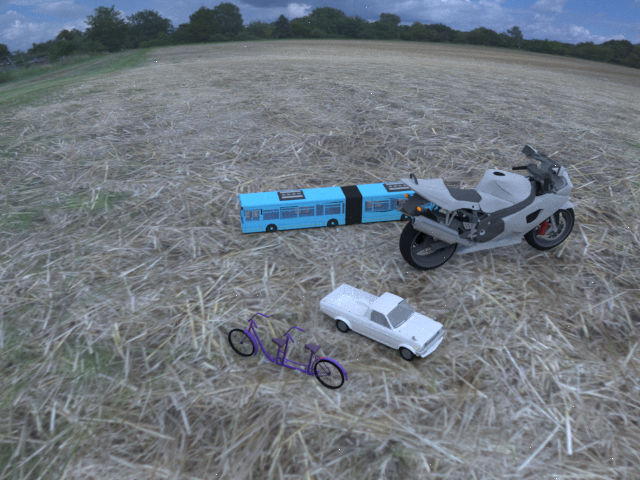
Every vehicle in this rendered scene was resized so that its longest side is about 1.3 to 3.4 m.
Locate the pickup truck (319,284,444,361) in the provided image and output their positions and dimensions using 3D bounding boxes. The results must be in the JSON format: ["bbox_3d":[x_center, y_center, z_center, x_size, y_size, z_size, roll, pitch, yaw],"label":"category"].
[{"bbox_3d":[0.770,0.967,8.907,1.603,0.511,0.640,20,34,32],"label":"pickup truck"}]

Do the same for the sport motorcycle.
[{"bbox_3d":[2.519,-0.422,10.334,2.955,1.596,0.983,-8,29,-15],"label":"sport motorcycle"}]

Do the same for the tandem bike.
[{"bbox_3d":[-0.409,1.271,8.163,1.642,0.682,0.283,15,32,25],"label":"tandem bike"}]

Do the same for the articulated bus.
[{"bbox_3d":[0.324,-0.574,11.704,3.401,0.561,0.605,-5,29,-9],"label":"articulated bus"}]
